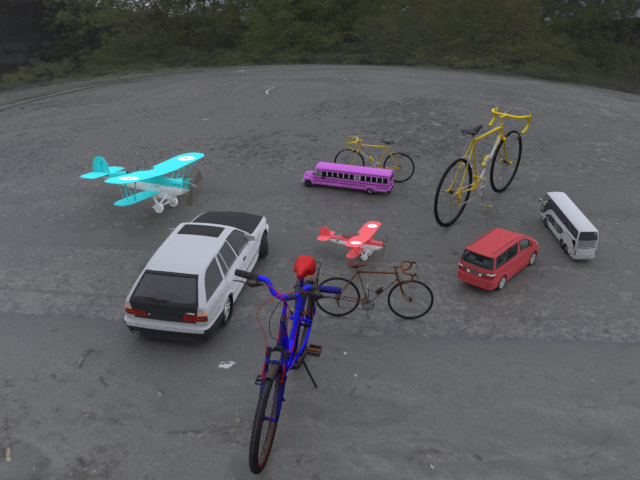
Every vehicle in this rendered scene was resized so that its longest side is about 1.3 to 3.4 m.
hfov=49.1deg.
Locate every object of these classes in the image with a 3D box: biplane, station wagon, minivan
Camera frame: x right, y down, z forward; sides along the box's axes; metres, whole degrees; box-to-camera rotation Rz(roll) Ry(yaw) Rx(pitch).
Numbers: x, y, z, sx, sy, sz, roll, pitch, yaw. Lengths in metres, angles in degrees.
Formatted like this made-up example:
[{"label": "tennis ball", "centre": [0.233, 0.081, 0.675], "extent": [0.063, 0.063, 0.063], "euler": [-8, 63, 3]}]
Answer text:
[{"label": "biplane", "centre": [-3.052, -1.053, 12.195], "extent": [2.120, 0.981, 2.598], "euler": [10, 29, 19]}, {"label": "station wagon", "centre": [-1.597, 0.237, 9.773], "extent": [1.327, 0.920, 3.105], "euler": [5, 28, 10]}, {"label": "biplane", "centre": [0.509, 0.005, 10.674], "extent": [1.090, 0.504, 1.336], "euler": [9, 29, 18]}, {"label": "minivan", "centre": [2.635, 0.189, 10.198], "extent": [0.681, 0.616, 1.548], "euler": [22, 35, 36]}]

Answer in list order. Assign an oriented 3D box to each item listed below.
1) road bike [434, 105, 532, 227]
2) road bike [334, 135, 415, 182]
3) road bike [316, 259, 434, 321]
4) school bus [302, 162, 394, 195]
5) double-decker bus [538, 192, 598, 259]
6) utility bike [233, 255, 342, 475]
[{"label": "road bike", "centre": [2.784, -1.313, 11.963], "extent": [0.696, 1.656, 3.004], "euler": [21, 34, 35]}, {"label": "road bike", "centre": [1.025, -1.526, 13.248], "extent": [1.545, 0.852, 0.358], "euler": [6, 28, 11]}, {"label": "road bike", "centre": [0.701, 0.647, 9.058], "extent": [1.545, 0.852, 0.358], "euler": [2, 27, 4]}, {"label": "school bus", "centre": [0.502, -1.158, 12.992], "extent": [1.708, 0.434, 0.365], "euler": [8, 29, 16]}, {"label": "double-decker bus", "centre": [3.936, -0.268, 11.160], "extent": [0.389, 0.541, 1.672], "euler": [-1, 27, -2]}, {"label": "utility bike", "centre": [-0.241, 0.991, 7.323], "extent": [1.039, 1.839, 2.791], "euler": [5, 28, 10]}]
